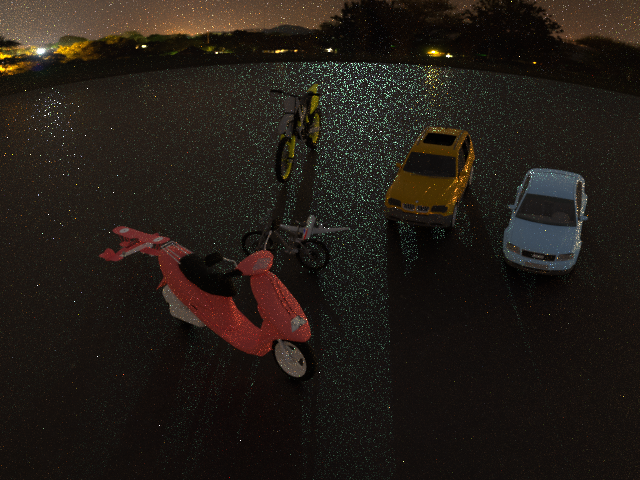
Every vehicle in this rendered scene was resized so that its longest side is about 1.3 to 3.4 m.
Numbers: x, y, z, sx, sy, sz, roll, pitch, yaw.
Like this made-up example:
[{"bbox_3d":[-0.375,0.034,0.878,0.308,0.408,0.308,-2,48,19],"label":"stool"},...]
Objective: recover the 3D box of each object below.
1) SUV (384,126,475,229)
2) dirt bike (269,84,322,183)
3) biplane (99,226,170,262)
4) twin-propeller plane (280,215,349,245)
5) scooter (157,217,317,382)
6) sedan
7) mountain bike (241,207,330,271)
[{"bbox_3d":[2.097,-1.240,12.947,1.276,1.128,3.058,10,30,17],"label":"SUV"},{"bbox_3d":[-0.404,-2.346,14.417,1.024,1.666,2.903,8,29,14],"label":"dirt bike"},{"bbox_3d":[-2.970,0.102,11.135,1.336,0.504,1.090,21,35,34],"label":"biplane"},{"bbox_3d":[-0.195,-0.219,11.826,1.370,0.407,1.095,4,29,7],"label":"twin-propeller plane"},{"bbox_3d":[-1.130,0.633,8.818,2.721,1.786,1.288,20,34,32],"label":"scooter"},{"bbox_3d":[3.819,-0.471,11.732,1.235,0.940,3.137,10,30,18],"label":"sedan"},{"bbox_3d":[-0.548,0.027,10.892,1.469,0.868,0.573,9,30,15],"label":"mountain bike"}]
